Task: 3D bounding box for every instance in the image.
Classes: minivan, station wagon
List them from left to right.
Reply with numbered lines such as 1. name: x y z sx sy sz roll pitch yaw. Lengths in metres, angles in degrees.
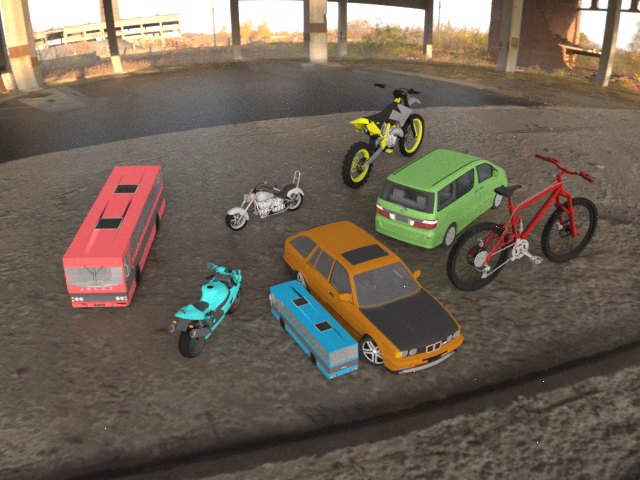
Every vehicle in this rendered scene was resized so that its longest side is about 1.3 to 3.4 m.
1. station wagon: 0.638 0.613 9.570 1.327 0.920 3.105 -15 32 -25
2. minivan: 2.184 -0.885 12.028 1.324 1.197 3.011 20 35 32

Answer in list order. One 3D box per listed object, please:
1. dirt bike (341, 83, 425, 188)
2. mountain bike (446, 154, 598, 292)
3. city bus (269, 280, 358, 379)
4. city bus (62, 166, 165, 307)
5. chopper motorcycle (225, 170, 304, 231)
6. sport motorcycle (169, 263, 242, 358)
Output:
1. dirt bike: 1.314 -2.141 13.840 1.024 1.666 2.903 20 34 32
2. mountain bike: 3.070 -0.212 10.281 2.857 1.688 1.114 -14 32 -24
3. city bus: -0.110 1.141 9.083 0.476 0.460 1.674 -15 32 -25
4. city bus: -3.109 -0.136 10.970 0.926 0.894 3.255 -1 29 -2
5. chopper motorcycle: -0.945 -0.689 12.123 1.563 0.761 0.466 -20 34 -32
6. sport motorcycle: -1.430 0.888 9.171 0.506 0.821 1.520 11 31 19
